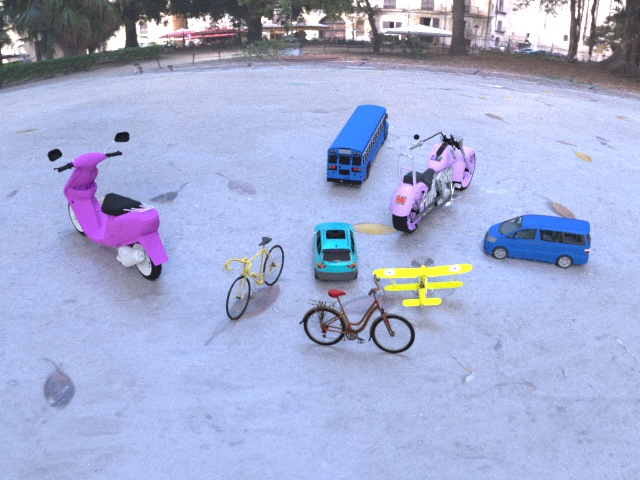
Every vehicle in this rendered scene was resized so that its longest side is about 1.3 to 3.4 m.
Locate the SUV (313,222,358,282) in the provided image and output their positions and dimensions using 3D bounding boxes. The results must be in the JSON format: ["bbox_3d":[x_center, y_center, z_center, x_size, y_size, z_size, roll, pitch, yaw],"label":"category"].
[{"bbox_3d":[0.226,0.076,10.485,0.656,0.580,1.572,0,28,-1],"label":"SUV"}]

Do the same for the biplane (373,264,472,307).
[{"bbox_3d":[1.373,0.621,9.529,1.336,0.504,1.090,4,28,7],"label":"biplane"}]

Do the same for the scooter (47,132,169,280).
[{"bbox_3d":[-3.134,-0.545,10.371,1.288,1.786,2.721,-24,36,-38],"label":"scooter"}]

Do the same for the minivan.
[{"bbox_3d":[3.299,-0.032,10.653,1.548,0.616,0.681,8,29,15],"label":"minivan"}]

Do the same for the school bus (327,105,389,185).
[{"bbox_3d":[0.838,-2.020,14.196,0.709,0.844,3.322,7,28,12],"label":"school bus"}]

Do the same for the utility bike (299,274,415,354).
[{"bbox_3d":[0.455,0.897,8.527,1.435,0.946,0.535,5,28,10],"label":"utility bike"}]

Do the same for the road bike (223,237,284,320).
[{"bbox_3d":[-0.861,0.447,9.486,0.358,0.852,1.545,13,30,22],"label":"road bike"}]

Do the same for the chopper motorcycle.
[{"bbox_3d":[2.019,-1.179,11.910,0.906,1.480,3.040,16,32,28],"label":"chopper motorcycle"}]
